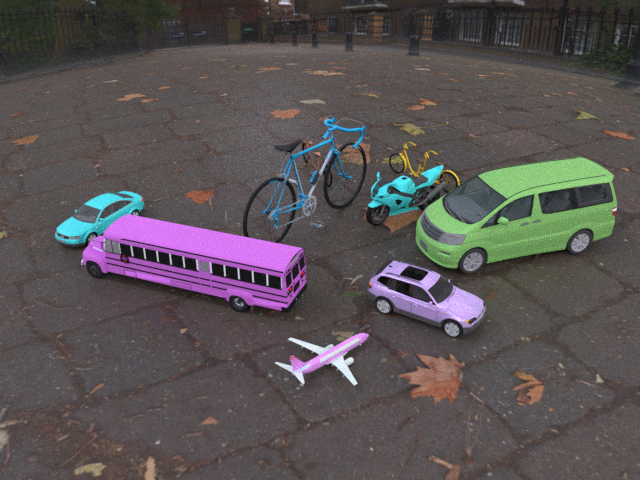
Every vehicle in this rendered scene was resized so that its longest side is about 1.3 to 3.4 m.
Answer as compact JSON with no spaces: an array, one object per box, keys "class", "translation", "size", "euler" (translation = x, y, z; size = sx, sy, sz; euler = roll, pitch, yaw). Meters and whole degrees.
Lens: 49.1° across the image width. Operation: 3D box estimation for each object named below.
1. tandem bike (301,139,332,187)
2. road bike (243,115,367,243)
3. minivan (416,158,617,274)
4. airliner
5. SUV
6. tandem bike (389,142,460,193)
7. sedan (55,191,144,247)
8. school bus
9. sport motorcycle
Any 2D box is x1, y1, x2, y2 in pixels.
[{"class":"tandem bike","translation":[-0.069,-1.565,13.185],"size":[0.283,0.682,1.642],"euler":[-10,31,-17]},{"class":"road bike","translation":[-0.157,-0.950,11.080],"size":[0.697,1.656,3.004],"euler":[22,36,34]},{"class":"minivan","translation":[2.958,-0.428,10.614],"size":[3.011,1.197,1.324],"euler":[-9,30,-16]},{"class":"airliner","translation":[0.123,1.292,8.314],"size":[1.307,0.429,1.161],"euler":[-24,37,-36]},{"class":"SUV","translation":[1.387,0.723,9.180],"size":[1.572,0.580,0.656],"euler":[17,33,27]},{"class":"tandem bike","translation":[1.891,-1.357,12.810],"size":[0.283,0.682,1.642],"euler":[-25,38,-37]},{"class":"sedan","translation":[-3.546,-0.401,11.298],"size":[0.635,0.483,1.613],"euler":[16,33,27]},{"class":"school bus","translation":[-1.836,0.282,9.702],"size":[3.322,0.844,0.709],"euler":[11,31,18]},{"class":"sport motorcycle","translation":[1.406,-0.747,11.574],"size":[1.520,0.821,0.506],"euler":[-16,33,-27]}]
